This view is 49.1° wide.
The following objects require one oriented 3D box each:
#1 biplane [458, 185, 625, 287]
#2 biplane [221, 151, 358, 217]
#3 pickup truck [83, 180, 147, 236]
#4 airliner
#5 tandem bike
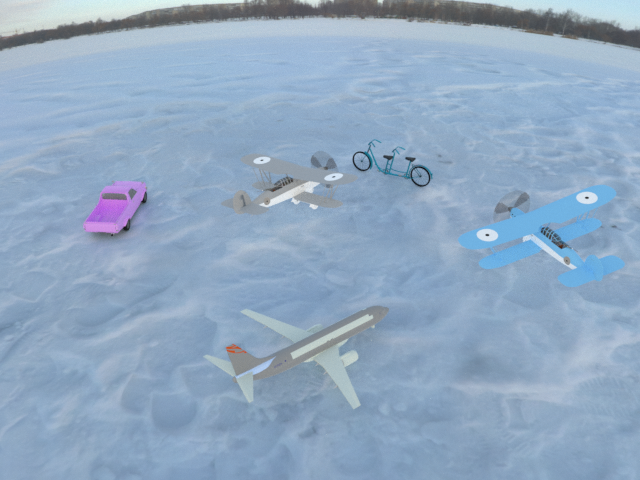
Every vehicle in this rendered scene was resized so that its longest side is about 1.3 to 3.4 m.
[{"bbox_3d":[3.321,0.040,10.144,2.598,0.981,2.120,-12,33,-19],"label":"biplane"},{"bbox_3d":[-0.630,-0.841,11.586,2.598,0.981,2.120,27,40,36],"label":"biplane"},{"bbox_3d":[-3.380,-0.596,11.636,0.640,0.511,1.603,2,32,4],"label":"pickup truck"},{"bbox_3d":[-0.075,1.127,8.503,2.541,0.835,2.257,-23,38,-32],"label":"airliner"},{"bbox_3d":[1.314,-1.428,12.834,1.642,0.682,0.283,18,36,27],"label":"tandem bike"}]
